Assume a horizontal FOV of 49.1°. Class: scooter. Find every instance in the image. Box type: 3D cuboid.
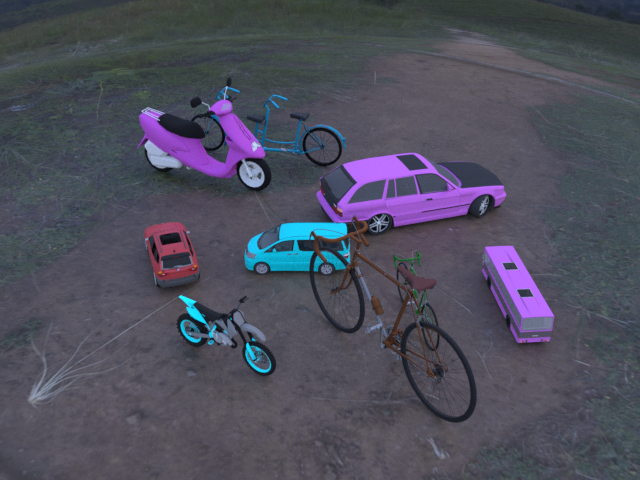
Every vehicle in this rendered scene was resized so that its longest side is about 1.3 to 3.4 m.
[{"bbox_3d":[-2.100,-1.865,12.331,2.721,1.786,1.288,13,34,20],"label":"scooter"}]

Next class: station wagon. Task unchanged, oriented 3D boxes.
[{"bbox_3d":[1.548,-0.889,11.562,3.105,0.920,1.327,-9,33,-15],"label":"station wagon"}]

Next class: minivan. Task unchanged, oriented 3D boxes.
[{"bbox_3d":[-0.333,0.100,10.236,1.548,0.616,0.681,1,31,1],"label":"minivan"}]

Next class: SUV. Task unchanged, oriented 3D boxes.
[{"bbox_3d":[-2.186,0.122,10.233,0.656,0.580,1.572,-10,33,-16],"label":"SUV"}]

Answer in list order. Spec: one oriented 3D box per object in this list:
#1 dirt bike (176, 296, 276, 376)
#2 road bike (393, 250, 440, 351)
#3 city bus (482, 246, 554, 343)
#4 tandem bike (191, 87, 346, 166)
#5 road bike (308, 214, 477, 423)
[{"bbox_3d":[-1.149,1.092,8.379,1.493,0.857,0.527,18,36,27],"label":"dirt bike"},{"bbox_3d":[1.247,0.727,8.981,0.358,0.852,1.545,-7,32,-11],"label":"road bike"},{"bbox_3d":[2.611,0.711,9.384,0.476,0.460,1.674,-2,31,-4],"label":"city bus"},{"bbox_3d":[-1.051,-2.144,13.231,3.192,1.326,0.550,9,32,14],"label":"tandem bike"},{"bbox_3d":[0.729,0.816,8.064,0.696,1.656,3.004,-20,37,-29],"label":"road bike"}]
